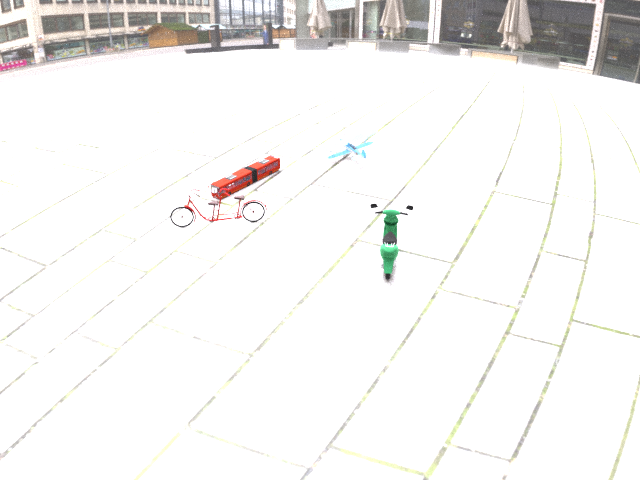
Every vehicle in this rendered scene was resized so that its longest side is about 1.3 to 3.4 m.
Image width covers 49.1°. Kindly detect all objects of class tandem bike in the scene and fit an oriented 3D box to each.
[{"bbox_3d":[-1.718,-0.558,11.860,1.642,0.682,0.283,-5,30,-8],"label":"tandem bike"}]

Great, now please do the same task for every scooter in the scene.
[{"bbox_3d":[1.078,-0.063,10.758,0.662,0.919,1.399,3,30,6],"label":"scooter"}]

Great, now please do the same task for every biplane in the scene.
[{"bbox_3d":[0.655,-1.866,14.326,1.336,0.504,1.090,-14,33,-23],"label":"biplane"}]

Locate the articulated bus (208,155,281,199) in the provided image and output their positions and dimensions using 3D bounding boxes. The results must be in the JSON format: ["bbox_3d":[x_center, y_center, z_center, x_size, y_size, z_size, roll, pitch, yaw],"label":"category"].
[{"bbox_3d":[-1.409,-1.219,13.413,0.311,0.289,1.749,21,36,32],"label":"articulated bus"}]
